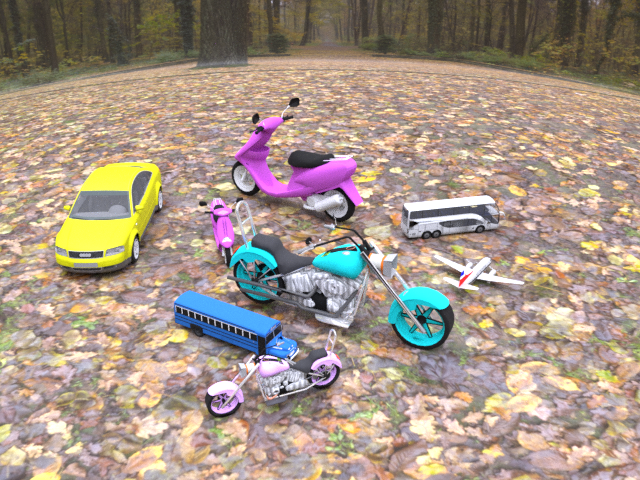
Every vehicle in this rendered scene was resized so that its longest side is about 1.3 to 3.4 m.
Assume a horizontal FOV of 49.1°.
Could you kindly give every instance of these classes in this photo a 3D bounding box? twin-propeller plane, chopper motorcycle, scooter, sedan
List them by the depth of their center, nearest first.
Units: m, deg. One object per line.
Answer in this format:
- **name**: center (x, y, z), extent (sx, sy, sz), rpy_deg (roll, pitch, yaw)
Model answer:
- **chopper motorcycle**: center (-0.494, 1.450, 7.655), extent (1.563, 0.761, 0.466), rpy_deg (-11, 30, -19)
- **chopper motorcycle**: center (0.208, 0.425, 8.830), extent (3.040, 1.480, 0.906), rpy_deg (12, 30, 21)
- **twin-propeller plane**: center (2.213, 0.427, 9.977), extent (1.370, 0.407, 1.095), rpy_deg (18, 33, 31)
- **scooter**: center (-1.505, -0.270, 10.753), extent (0.662, 0.919, 1.399), rpy_deg (-7, 28, -12)
- **sedan**: center (-3.334, -0.531, 11.224), extent (1.235, 0.940, 3.137), rpy_deg (0, 28, 0)
- **scooter**: center (-0.470, -1.361, 11.893), extent (2.721, 1.786, 1.288), rpy_deg (17, 32, 29)

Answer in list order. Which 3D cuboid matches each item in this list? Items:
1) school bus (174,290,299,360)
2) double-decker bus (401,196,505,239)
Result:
- **school bus**: center (-1.049, 1.081, 8.706), extent (1.708, 0.434, 0.365), rpy_deg (15, 31, 26)
- **double-decker bus**: center (2.147, -0.377, 11.361), extent (1.672, 0.541, 0.389), rpy_deg (-6, 28, -12)
